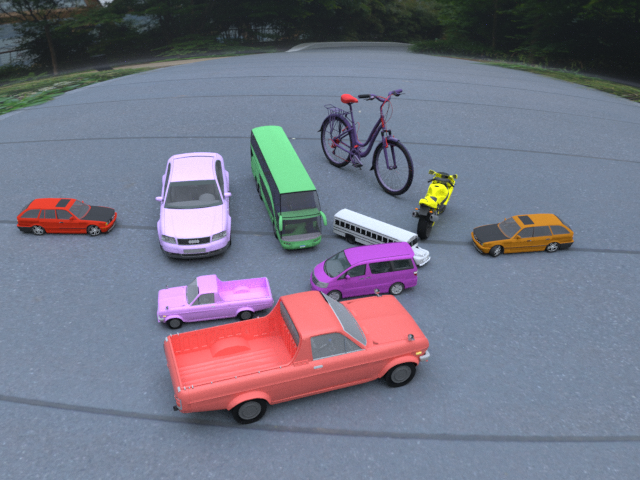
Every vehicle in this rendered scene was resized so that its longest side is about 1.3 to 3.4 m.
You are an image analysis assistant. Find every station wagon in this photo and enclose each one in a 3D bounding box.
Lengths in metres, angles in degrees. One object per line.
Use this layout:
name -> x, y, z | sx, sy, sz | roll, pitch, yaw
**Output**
station wagon -> -4.267, -0.419, 11.840 | 1.597, 0.473, 0.682 | 1, 30, 1
station wagon -> 3.260, -0.117, 11.312 | 1.597, 0.473, 0.682 | -4, 30, -7

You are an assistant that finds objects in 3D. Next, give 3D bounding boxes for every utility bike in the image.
utility bike -> 0.895, -2.046, 13.310 | 1.039, 1.839, 2.791 | -21, 36, -32

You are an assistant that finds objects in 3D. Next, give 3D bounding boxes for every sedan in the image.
sedan -> -2.137, -0.759, 11.965 | 1.235, 0.940, 3.137 | -4, 30, -7

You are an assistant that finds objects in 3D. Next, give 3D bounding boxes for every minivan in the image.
minivan -> 0.628, 0.445, 10.187 | 1.548, 0.616, 0.681 | -6, 30, -11

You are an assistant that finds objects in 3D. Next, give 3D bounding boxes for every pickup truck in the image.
pickup truck -> -0.266, 1.261, 8.380 | 3.117, 0.993, 1.244 | -10, 31, -16
pickup truck -> -1.456, 0.792, 9.685 | 1.603, 0.511, 0.640 | -6, 30, -10

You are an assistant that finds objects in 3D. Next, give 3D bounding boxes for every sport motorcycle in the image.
sport motorcycle -> 1.942, -0.624, 11.848 | 0.506, 0.821, 1.520 | 13, 32, 21

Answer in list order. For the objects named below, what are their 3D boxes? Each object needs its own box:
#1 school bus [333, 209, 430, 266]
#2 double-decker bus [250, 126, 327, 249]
school bus -> 0.982, -0.038, 11.214 | 1.708, 0.434, 0.365 | 22, 36, 33
double-decker bus -> -0.645, -0.961, 12.205 | 0.756, 1.052, 3.251 | -7, 31, -12
